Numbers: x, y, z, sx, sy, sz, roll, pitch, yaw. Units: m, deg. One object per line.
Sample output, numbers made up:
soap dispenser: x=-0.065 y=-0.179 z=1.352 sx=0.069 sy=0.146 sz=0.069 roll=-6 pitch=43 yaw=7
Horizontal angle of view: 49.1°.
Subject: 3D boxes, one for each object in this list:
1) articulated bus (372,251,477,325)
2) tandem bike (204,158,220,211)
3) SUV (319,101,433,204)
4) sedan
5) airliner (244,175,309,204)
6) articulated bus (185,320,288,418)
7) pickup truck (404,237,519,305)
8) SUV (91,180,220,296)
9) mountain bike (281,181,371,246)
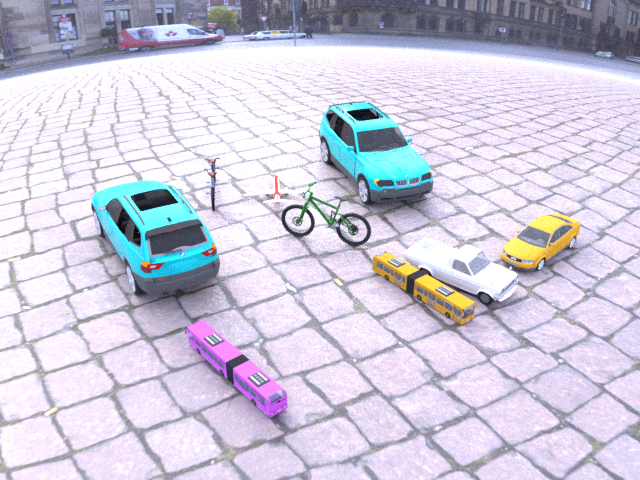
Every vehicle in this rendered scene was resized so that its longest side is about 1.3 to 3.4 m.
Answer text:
articulated bus: x=1.401 y=0.634 z=9.661 sx=0.311 sy=0.289 sz=1.749 roll=-22 pitch=36 yaw=-33
tandem bike: x=-1.887 y=-1.111 z=12.332 sx=0.283 sy=0.682 sz=1.642 roll=-3 pitch=30 yaw=-6
SUV: x=0.954 y=-1.686 z=12.891 sx=1.276 sy=1.128 sz=3.058 roll=-10 pitch=31 yaw=-18
sedan: x=3.361 y=-0.026 z=10.623 sx=1.613 sy=0.483 sz=0.635 roll=-26 pitch=39 yaw=-38
airliner: x=-0.767 y=-0.964 z=12.329 sx=1.161 sy=0.429 sz=1.307 roll=-2 pitch=30 yaw=-4
articulated bus: x=-1.006 y=1.469 z=8.193 sx=0.311 sy=0.289 sz=1.749 roll=-22 pitch=37 yaw=-34
pickup truck: x=1.987 y=0.362 z=9.913 sx=1.603 sy=0.511 sz=0.640 roll=23 pitch=37 yaw=34
SUV: x=-2.515 y=-0.268 z=10.398 sx=1.276 sy=1.128 sz=3.058 roll=-16 pitch=33 yaw=-25
mountain bike: x=0.085 y=-0.369 z=10.837 sx=1.469 sy=0.868 sz=0.573 roll=9 pitch=31 yaw=16
